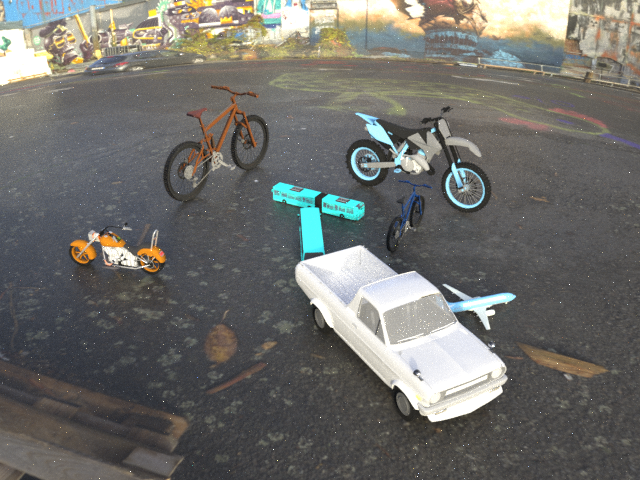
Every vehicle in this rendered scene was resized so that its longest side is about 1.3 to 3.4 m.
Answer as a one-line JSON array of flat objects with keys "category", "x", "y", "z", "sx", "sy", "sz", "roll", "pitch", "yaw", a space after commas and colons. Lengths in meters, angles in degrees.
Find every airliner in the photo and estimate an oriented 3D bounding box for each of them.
[{"category": "airliner", "x": 2.091, "y": 0.776, "z": 9.418, "sx": 1.307, "sy": 0.429, "sz": 1.161, "roll": -10, "pitch": 30, "yaw": -18}]

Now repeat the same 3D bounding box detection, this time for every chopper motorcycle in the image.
[{"category": "chopper motorcycle", "x": -3.010, "y": 0.105, "z": 10.316, "sx": 1.563, "sy": 0.761, "sz": 0.466, "roll": 7, "pitch": 29, "yaw": 14}]

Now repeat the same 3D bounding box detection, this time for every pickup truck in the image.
[{"category": "pickup truck", "x": 0.859, "y": 0.923, "z": 8.548, "sx": 1.244, "sy": 0.993, "sz": 3.117, "roll": -15, "pitch": 32, "yaw": -25}]

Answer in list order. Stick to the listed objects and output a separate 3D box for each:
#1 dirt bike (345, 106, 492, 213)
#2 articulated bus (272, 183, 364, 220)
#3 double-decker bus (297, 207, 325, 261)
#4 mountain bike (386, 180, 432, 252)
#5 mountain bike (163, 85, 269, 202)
[{"category": "dirt bike", "x": 1.696, "y": -1.497, "z": 12.342, "sx": 2.903, "sy": 1.666, "sz": 1.024, "roll": 19, "pitch": 33, "yaw": 31}, {"category": "articulated bus", "x": -0.052, "y": -0.682, "z": 12.281, "sx": 1.749, "sy": 0.289, "sz": 0.311, "roll": 15, "pitch": 32, "yaw": 26}, {"category": "double-decker bus", "x": -0.129, "y": 0.017, "z": 10.713, "sx": 0.389, "sy": 0.541, "sz": 1.672, "roll": -2, "pitch": 28, "yaw": -3}, {"category": "mountain bike", "x": 1.391, "y": -0.412, "z": 11.165, "sx": 0.573, "sy": 0.868, "sz": 1.469, "roll": 15, "pitch": 32, "yaw": 25}, {"category": "mountain bike", "x": -1.858, "y": -1.826, "z": 12.931, "sx": 1.114, "sy": 1.688, "sz": 2.857, "roll": 18, "pitch": 33, "yaw": 30}]
